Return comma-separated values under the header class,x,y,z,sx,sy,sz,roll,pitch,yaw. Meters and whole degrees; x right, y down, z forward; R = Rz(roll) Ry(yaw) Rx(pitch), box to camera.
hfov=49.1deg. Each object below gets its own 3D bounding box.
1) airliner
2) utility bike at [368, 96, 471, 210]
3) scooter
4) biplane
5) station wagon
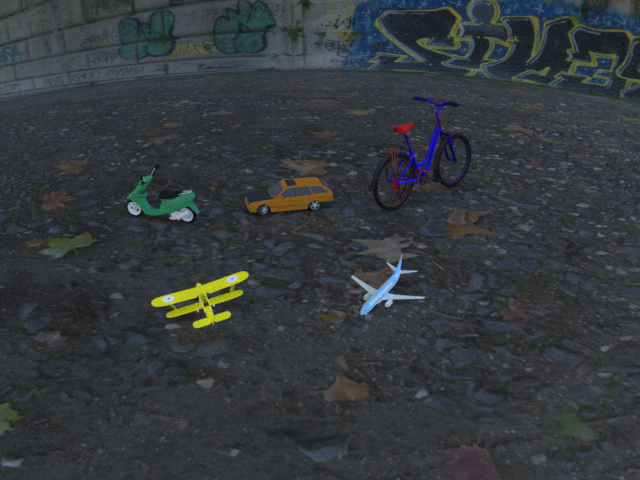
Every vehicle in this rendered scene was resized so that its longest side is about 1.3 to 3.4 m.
class,x,y,z,sx,sy,sz,roll,pitch,yaw
airliner,0.891,0.645,9.926,1.161,0.429,1.307,15,31,27
utility bike,1.838,-1.661,12.873,2.791,1.839,1.039,-22,34,-36
scooter,-2.762,-0.766,12.137,1.399,0.919,0.662,7,28,14
biplane,-1.564,0.859,9.428,1.336,0.504,1.090,-9,29,-17
station wagon,-0.571,-0.829,12.747,1.597,0.473,0.682,-6,28,-12
